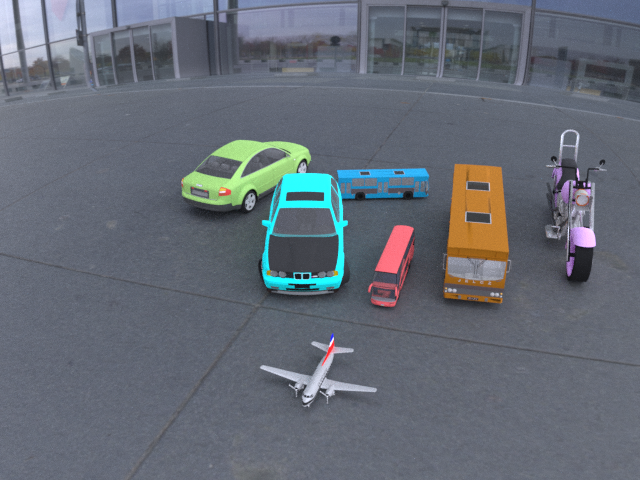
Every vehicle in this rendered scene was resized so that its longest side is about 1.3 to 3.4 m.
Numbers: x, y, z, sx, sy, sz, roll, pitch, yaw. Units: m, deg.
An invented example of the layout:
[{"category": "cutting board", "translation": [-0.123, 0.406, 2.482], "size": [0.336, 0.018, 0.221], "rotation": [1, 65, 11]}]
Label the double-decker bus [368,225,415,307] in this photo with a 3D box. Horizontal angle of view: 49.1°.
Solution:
[{"category": "double-decker bus", "translation": [1.059, 0.364, 10.021], "size": [0.389, 0.541, 1.672], "rotation": [7, 27, 14]}]

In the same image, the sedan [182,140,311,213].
[{"category": "sedan", "translation": [-1.287, -1.375, 13.070], "size": [1.235, 0.940, 3.137], "rotation": [14, 30, 26]}]

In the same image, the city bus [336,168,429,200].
[{"category": "city bus", "translation": [1.142, -1.019, 12.893], "size": [1.674, 0.460, 0.476], "rotation": [-1, 26, -3]}]

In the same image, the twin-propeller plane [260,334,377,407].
[{"category": "twin-propeller plane", "translation": [-0.001, 1.482, 7.923], "size": [1.370, 0.407, 1.095], "rotation": [8, 28, 16]}]

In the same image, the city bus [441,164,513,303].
[{"category": "city bus", "translation": [2.376, -0.181, 10.721], "size": [0.926, 0.894, 3.255], "rotation": [5, 27, 10]}]

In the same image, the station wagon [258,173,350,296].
[{"category": "station wagon", "translation": [-0.227, -0.233, 10.795], "size": [1.327, 0.920, 3.105], "rotation": [0, 26, 0]}]

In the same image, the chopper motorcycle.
[{"category": "chopper motorcycle", "translation": [3.953, -0.606, 10.918], "size": [0.906, 1.480, 3.040], "rotation": [5, 27, 10]}]
